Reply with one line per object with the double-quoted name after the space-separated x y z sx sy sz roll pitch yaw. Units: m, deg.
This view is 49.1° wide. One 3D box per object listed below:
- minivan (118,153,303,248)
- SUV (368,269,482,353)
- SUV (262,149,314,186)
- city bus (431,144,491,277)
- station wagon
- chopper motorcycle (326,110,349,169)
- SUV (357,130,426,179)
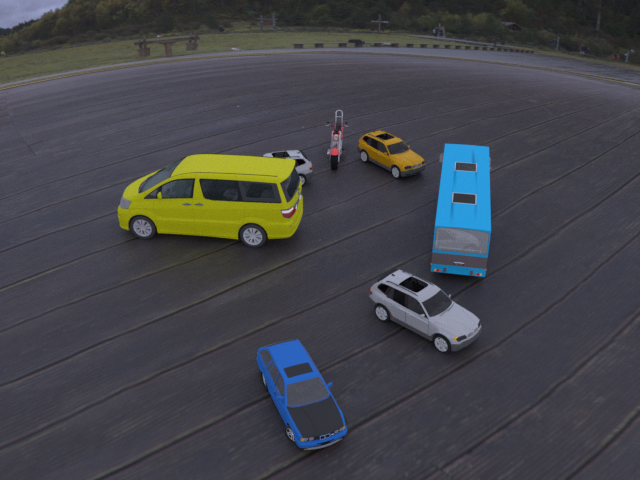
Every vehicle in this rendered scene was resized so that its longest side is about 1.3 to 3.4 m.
-1.809 -0.727 11.424 3.011 1.197 1.324 4 30 8 "minivan"
1.362 0.885 9.196 1.572 0.580 0.656 25 38 37 "SUV"
-0.908 -1.315 13.094 1.572 0.580 0.656 -9 31 -16 "SUV"
2.323 -0.547 11.413 0.926 0.894 3.255 6 30 10 "city bus"
-0.231 1.671 7.913 0.682 0.473 1.597 -11 31 -19 "station wagon"
0.338 -2.045 14.202 0.466 0.761 1.563 2 30 4 "chopper motorcycle"
1.397 -1.726 13.822 0.656 0.580 1.572 -19 35 -31 "SUV"
